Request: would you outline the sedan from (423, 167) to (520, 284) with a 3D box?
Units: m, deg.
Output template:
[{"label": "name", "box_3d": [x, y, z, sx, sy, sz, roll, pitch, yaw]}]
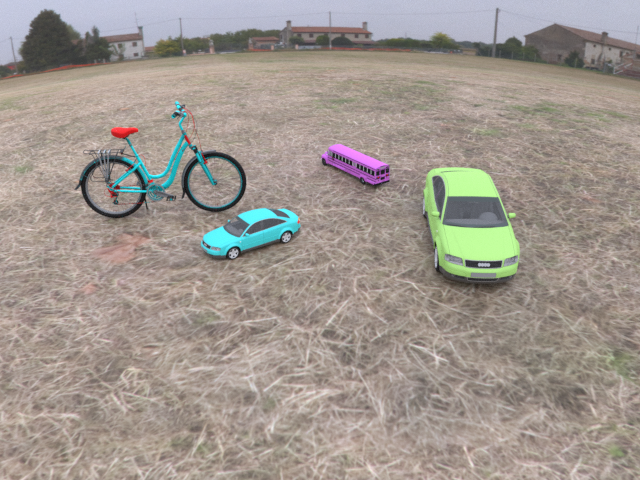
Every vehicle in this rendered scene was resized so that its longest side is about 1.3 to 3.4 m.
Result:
[{"label": "sedan", "box_3d": [2.265, -0.402, 10.707, 1.235, 0.940, 3.137, 1, 27, 2]}]

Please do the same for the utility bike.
[{"label": "utility bike", "box_3d": [-2.630, -1.304, 11.476, 2.791, 1.839, 1.039, -4, 27, -7]}]

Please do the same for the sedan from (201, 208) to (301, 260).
[{"label": "sedan", "box_3d": [-1.056, -0.156, 10.729, 1.613, 0.483, 0.635, -18, 32, -31]}]

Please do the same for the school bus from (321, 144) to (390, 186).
[{"label": "school bus", "box_3d": [0.632, -1.451, 13.295, 0.365, 0.434, 1.708, -19, 33, -32]}]
